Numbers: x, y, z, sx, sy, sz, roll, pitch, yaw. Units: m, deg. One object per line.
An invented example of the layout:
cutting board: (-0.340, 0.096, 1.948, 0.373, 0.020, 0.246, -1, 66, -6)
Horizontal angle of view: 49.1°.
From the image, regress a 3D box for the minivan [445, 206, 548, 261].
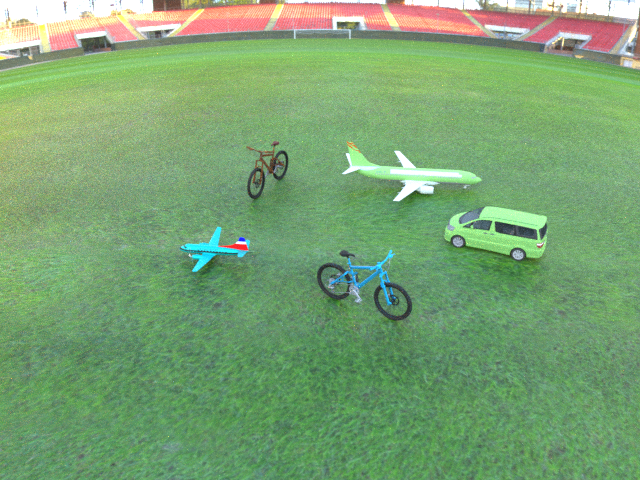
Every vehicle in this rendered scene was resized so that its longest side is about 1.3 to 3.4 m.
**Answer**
minivan: (2.747, -0.165, 10.954, 1.548, 0.616, 0.681, 13, 32, 22)

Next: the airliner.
airliner: (1.706, -1.368, 12.866, 2.541, 0.835, 2.257, 3, 30, 5)

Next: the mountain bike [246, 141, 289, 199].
mountain bike: (-0.946, -1.349, 12.798, 0.573, 0.868, 1.469, 13, 32, 22)

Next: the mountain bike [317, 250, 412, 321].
mountain bike: (0.579, 0.560, 9.408, 1.469, 0.868, 0.573, 18, 34, 28)

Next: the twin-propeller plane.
twin-propeller plane: (-1.627, 0.106, 10.684, 1.095, 0.407, 1.370, 4, 30, 7)
